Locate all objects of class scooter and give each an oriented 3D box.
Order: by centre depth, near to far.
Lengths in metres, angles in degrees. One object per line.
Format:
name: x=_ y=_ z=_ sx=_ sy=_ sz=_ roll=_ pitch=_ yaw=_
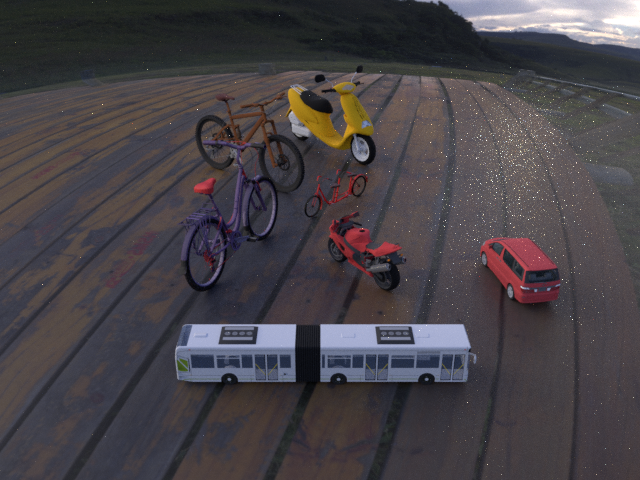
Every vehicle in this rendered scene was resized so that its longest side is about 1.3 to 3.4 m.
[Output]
scooter: x=0.188 y=-2.691 z=14.486 sx=1.288 sy=1.786 sz=2.721 roll=-22 pitch=35 yaw=-36

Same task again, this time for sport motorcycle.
sport motorcycle: x=0.622 y=0.152 z=10.132 sx=0.506 sy=0.821 sz=1.520 roll=-21 pitch=34 yaw=-34

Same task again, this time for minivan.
minivan: x=2.840 y=0.319 z=10.035 sx=0.681 sy=0.616 sz=1.548 roll=-5 pitch=28 yaw=-9

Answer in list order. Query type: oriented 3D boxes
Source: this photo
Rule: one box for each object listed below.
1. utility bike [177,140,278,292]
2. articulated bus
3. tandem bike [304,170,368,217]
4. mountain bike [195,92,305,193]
utility bike: x=-1.384 y=-0.494 z=10.266 sx=1.039 sy=1.839 sz=2.791 roll=12 pitch=30 yaw=21
articulated bus: x=0.054 y=1.325 z=8.187 sx=3.401 sy=0.561 sz=0.605 roll=0 pitch=28 yaw=0
tandem bike: x=0.306 y=-0.905 z=12.285 sx=0.283 sy=0.682 sz=1.642 roll=24 pitch=36 yaw=38
mountain bike: x=-1.389 y=-1.921 z=13.131 sx=2.857 sy=1.688 sz=1.114 roll=22 pitch=35 yaw=35
